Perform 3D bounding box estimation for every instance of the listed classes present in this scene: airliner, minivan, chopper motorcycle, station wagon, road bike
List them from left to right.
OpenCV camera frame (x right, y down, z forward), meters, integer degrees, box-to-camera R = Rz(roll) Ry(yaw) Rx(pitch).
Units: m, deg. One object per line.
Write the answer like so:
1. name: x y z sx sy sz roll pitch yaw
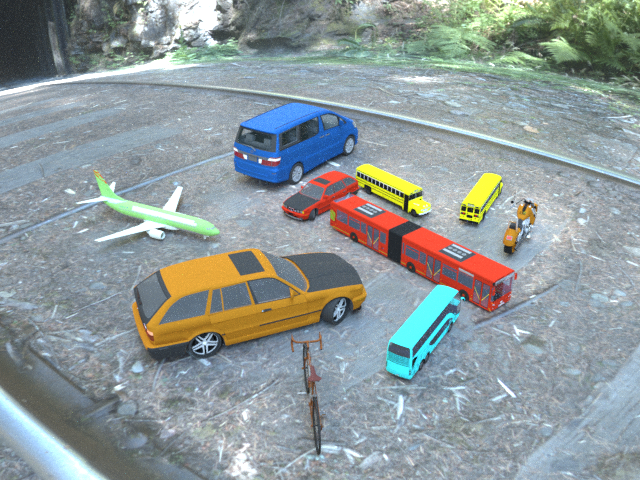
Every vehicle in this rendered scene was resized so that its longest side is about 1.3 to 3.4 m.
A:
1. airliner: -2.778 -0.581 11.730 2.541 0.835 2.257 13 31 22
2. station wagon: -0.901 0.673 9.372 3.105 0.920 1.327 -12 31 -20
3. minivan: -0.398 -2.094 14.095 1.324 1.197 3.011 19 34 31
4. road bike: -0.098 1.616 7.737 0.358 0.852 1.545 -4 29 -6
5. station wagon: 0.014 -0.836 12.566 0.682 0.473 1.597 23 36 35
6. chopper motorcycle: 3.295 -0.341 11.372 0.466 0.761 1.563 15 32 26

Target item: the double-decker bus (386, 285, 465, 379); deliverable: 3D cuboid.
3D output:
1. double-decker bus: 1.363 1.122 8.952 0.389 0.541 1.672 17 33 27

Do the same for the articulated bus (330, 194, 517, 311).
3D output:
1. articulated bus: 1.447 0.111 10.761 0.605 0.561 3.401 -23 36 -35

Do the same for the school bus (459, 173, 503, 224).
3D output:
1. school bus: 2.915 -0.783 12.510 0.365 0.434 1.708 14 32 23

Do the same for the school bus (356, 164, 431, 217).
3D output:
1. school bus: 1.329 -0.913 12.745 0.365 0.434 1.708 -21 35 -33
